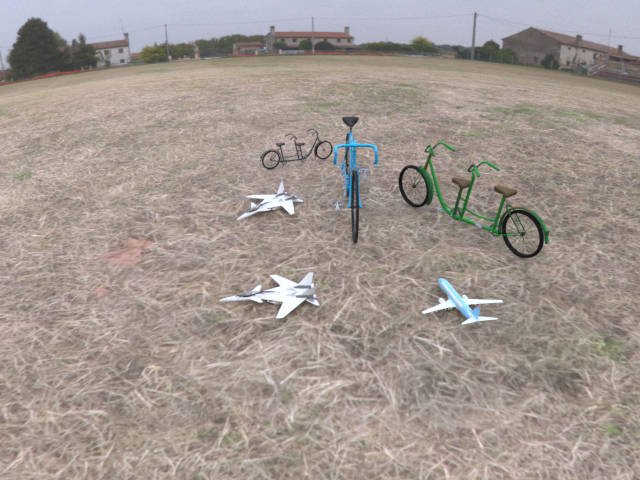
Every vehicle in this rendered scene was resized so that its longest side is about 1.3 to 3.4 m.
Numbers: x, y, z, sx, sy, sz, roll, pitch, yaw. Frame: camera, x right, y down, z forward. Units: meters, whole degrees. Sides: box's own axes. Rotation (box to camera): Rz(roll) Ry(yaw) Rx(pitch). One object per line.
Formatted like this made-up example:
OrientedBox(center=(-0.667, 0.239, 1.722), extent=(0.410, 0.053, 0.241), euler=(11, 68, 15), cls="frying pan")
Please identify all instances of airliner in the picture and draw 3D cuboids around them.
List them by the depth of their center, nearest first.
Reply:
OrientedBox(center=(1.880, 0.748, 9.472), extent=(1.161, 0.429, 1.307), euler=(-7, 28, -13), cls="airliner")

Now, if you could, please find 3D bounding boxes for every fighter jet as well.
OrientedBox(center=(-0.716, 0.715, 9.693), extent=(1.358, 0.286, 1.147), euler=(-4, 27, -7), cls="fighter jet")
OrientedBox(center=(-0.966, -0.652, 12.355), extent=(1.147, 0.286, 1.358), euler=(22, 35, 36), cls="fighter jet")

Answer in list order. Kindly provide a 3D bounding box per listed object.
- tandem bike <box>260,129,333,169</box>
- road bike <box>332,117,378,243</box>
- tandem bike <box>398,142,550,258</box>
OrientedBox(center=(-0.467, -1.865, 14.284), extent=(1.642, 0.682, 0.283), euler=(-13, 30, -24), cls="tandem bike")
OrientedBox(center=(0.536, -1.169, 11.862), extent=(0.696, 1.656, 3.004), euler=(-1, 27, -1), cls="road bike")
OrientedBox(center=(2.402, -0.748, 11.403), extent=(0.550, 1.326, 3.192), euler=(-19, 33, -33), cls="tandem bike")
